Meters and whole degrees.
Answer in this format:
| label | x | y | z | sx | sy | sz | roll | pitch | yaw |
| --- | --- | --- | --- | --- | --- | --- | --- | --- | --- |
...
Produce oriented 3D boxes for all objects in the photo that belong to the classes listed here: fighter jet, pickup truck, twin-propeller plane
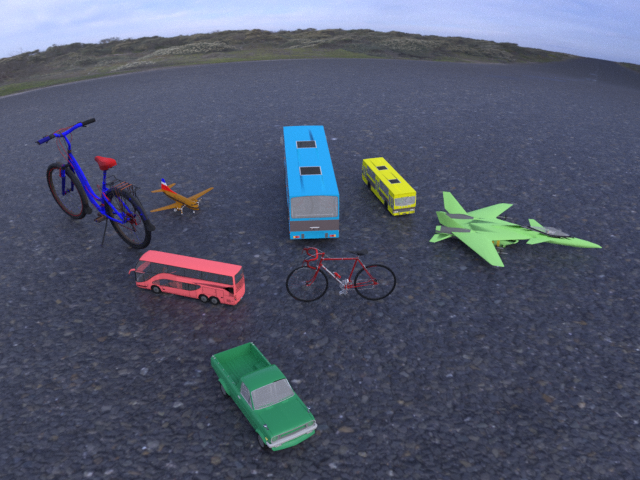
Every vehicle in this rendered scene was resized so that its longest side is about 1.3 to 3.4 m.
| label | x | y | z | sx | sy | sz | roll | pitch | yaw |
| --- | --- | --- | --- | --- | --- | --- | --- | --- | --- |
| fighter jet | 3.182 | -0.216 | 11.295 | 2.640 | 0.557 | 2.229 | 8 | 30 | 15 |
| pickup truck | -0.668 | 1.684 | 7.888 | 0.640 | 0.511 | 1.603 | -16 | 33 | -27 |
| twin-propeller plane | -2.507 | -0.782 | 12.478 | 1.095 | 0.407 | 1.370 | 24 | 37 | 37 |

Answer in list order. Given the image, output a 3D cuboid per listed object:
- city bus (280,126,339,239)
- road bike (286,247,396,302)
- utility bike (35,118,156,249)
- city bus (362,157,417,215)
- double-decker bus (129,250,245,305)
| label | x | y | z | sx | sy | sz | roll | pitch | yaw |
| --- | --- | --- | --- | --- | --- | --- | --- | --- | --- |
| city bus | -0.206 | -1.072 | 12.500 | 0.926 | 0.894 | 3.255 | -2 | 29 | -4 |
| road bike | 0.296 | 0.492 | 9.702 | 1.545 | 0.852 | 0.358 | -1 | 29 | -2 |
| utility bike | -3.679 | -0.861 | 11.137 | 2.791 | 1.839 | 1.039 | 21 | 35 | 33 |
| city bus | 1.234 | -0.982 | 12.787 | 0.476 | 0.460 | 1.674 | -8 | 30 | -14 |
| double-decker bus | -1.887 | 0.528 | 9.959 | 1.672 | 0.541 | 0.389 | 9 | 30 | 16 |
